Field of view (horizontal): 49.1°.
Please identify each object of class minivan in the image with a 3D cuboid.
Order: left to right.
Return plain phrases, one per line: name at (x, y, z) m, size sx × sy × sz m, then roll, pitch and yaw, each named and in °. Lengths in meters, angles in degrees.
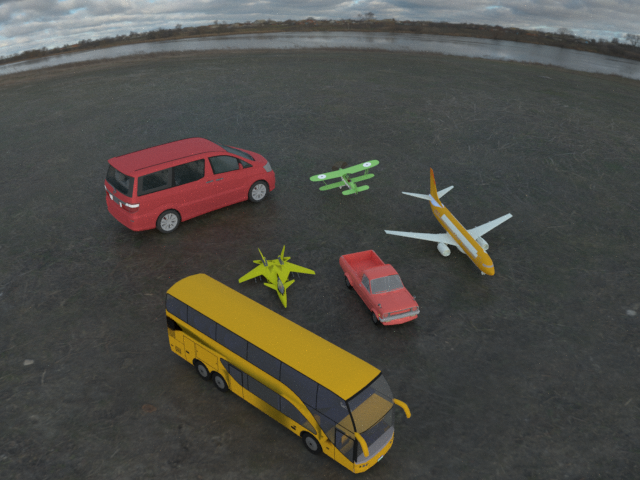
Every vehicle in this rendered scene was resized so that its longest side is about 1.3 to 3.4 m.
minivan at (-2.212, -1.114, 12.323) m, size 3.011 × 1.197 × 1.324 m, roll -22°, pitch 36°, yaw -33°

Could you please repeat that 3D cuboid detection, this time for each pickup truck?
pickup truck at (0.820, 0.610, 10.003) m, size 0.640 × 0.511 × 1.603 m, roll -10°, pitch 31°, yaw -18°

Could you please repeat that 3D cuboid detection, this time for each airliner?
airliner at (2.224, -0.304, 11.273) m, size 2.257 × 0.835 × 2.541 m, roll -8°, pitch 31°, yaw -13°

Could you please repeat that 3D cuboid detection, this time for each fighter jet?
fighter jet at (-0.619, 0.541, 10.349) m, size 1.147 × 0.286 × 1.358 m, roll -6°, pitch 30°, yaw -10°

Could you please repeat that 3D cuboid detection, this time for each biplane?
biplane at (0.504, -1.093, 12.982) m, size 1.336 × 0.504 × 1.090 m, roll -8°, pitch 31°, yaw -14°

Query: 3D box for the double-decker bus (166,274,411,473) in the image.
double-decker bus at (-0.516, 1.448, 7.997) m, size 3.251 × 1.052 × 0.756 m, roll 24°, pitch 37°, yaw 35°
